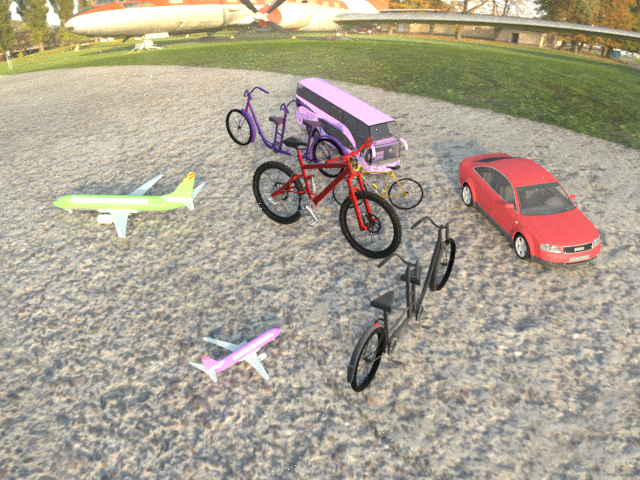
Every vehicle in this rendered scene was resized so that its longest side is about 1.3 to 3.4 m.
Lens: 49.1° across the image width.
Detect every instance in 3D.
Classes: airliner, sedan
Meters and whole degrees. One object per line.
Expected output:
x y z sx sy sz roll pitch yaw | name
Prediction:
-0.938 1.288 8.536 1.161 0.429 1.307 25 38 35 | airliner
-3.246 -0.781 11.643 2.541 0.835 2.257 2 31 3 | airliner
3.322 -0.653 11.323 1.235 0.940 3.137 -8 32 -14 | sedan

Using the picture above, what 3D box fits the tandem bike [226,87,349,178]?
-0.716 -2.122 13.432 3.192 1.326 0.550 23 38 34 | tandem bike

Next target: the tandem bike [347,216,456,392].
1.116 0.640 8.752 0.550 1.326 3.192 17 34 26 | tandem bike

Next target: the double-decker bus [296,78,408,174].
0.518 -2.306 14.015 0.756 1.052 3.251 -16 34 -25 | double-decker bus

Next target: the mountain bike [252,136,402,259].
0.031 -0.745 10.744 2.857 1.688 1.114 21 37 31 | mountain bike

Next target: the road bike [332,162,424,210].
0.981 -0.903 11.834 1.545 0.852 0.358 2 31 3 | road bike
